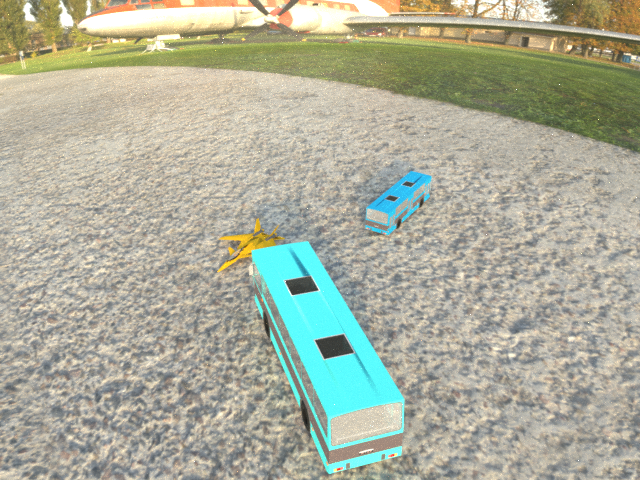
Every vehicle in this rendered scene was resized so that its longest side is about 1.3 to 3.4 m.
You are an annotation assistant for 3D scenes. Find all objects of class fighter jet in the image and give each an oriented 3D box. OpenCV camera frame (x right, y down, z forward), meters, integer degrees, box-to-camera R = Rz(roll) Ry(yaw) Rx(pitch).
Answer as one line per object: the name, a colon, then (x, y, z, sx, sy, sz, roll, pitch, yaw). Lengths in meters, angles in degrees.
fighter jet: (-1.153, 0.104, 10.747, 1.147, 0.286, 1.358, 17, 34, 27)

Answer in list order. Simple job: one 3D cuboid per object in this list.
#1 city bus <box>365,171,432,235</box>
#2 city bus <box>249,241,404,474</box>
city bus: (1.348, -0.622, 11.820, 0.476, 0.460, 1.674, 17, 34, 27)
city bus: (-0.038, 1.222, 8.228, 0.926, 0.894, 3.255, -9, 32, -15)
